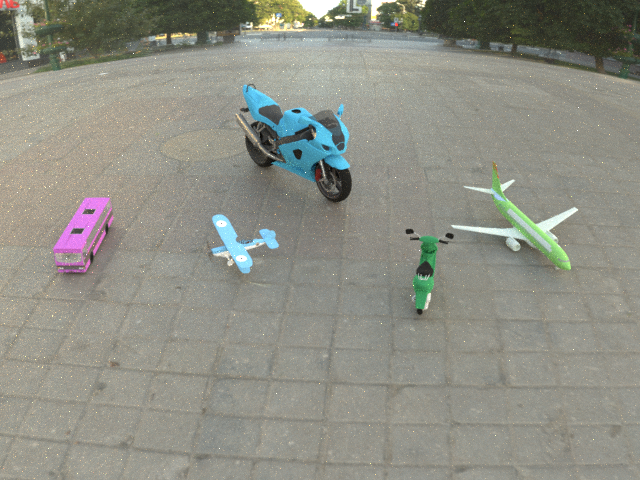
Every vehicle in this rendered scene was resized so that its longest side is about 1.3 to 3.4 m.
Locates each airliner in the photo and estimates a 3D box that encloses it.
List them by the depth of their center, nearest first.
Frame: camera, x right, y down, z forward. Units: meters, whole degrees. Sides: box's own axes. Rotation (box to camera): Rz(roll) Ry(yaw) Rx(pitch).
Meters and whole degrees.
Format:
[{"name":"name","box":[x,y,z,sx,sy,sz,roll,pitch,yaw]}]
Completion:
[{"name":"airliner","box":[3.264,-0.390,11.059,2.257,0.835,2.541,-8,31,-14]}]

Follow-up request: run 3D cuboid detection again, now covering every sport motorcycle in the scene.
[{"name":"sport motorcycle","box":[-0.464,-1.793,12.723,0.983,1.596,2.955,-24,38,-35]}]

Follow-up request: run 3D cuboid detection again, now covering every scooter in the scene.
[{"name":"scooter","box":[1.469,0.355,9.688,0.662,0.919,1.399,7,31,11]}]

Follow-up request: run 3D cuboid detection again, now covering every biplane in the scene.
[{"name":"biplane","box":[-1.168,0.093,10.555,1.090,0.504,1.336,-13,33,-22]}]

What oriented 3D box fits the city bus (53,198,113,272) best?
[{"name":"city bus","box":[-3.654,-0.089,10.913,0.476,0.460,1.674,0,30,0]}]
